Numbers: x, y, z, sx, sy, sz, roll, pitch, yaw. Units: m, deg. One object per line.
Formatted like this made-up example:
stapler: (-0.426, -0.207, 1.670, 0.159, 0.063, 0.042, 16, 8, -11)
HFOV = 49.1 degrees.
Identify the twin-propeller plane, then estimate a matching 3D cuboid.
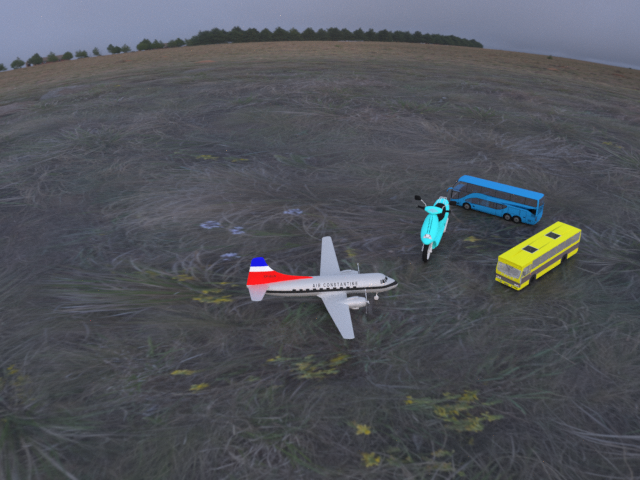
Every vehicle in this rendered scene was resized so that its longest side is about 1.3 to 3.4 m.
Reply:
twin-propeller plane: (0.046, 0.541, 9.734, 2.129, 0.792, 2.663, -3, 29, -5)

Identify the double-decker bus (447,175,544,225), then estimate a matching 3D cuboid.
double-decker bus: (3.072, -0.720, 12.305, 1.672, 0.541, 0.389, 18, 34, 30)

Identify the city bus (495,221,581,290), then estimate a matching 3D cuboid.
city bus: (3.329, 0.237, 10.637, 1.674, 0.460, 0.476, -24, 37, -37)

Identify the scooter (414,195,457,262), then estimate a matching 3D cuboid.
scooter: (1.840, -0.317, 11.174, 0.662, 0.919, 1.399, 10, 30, 18)
